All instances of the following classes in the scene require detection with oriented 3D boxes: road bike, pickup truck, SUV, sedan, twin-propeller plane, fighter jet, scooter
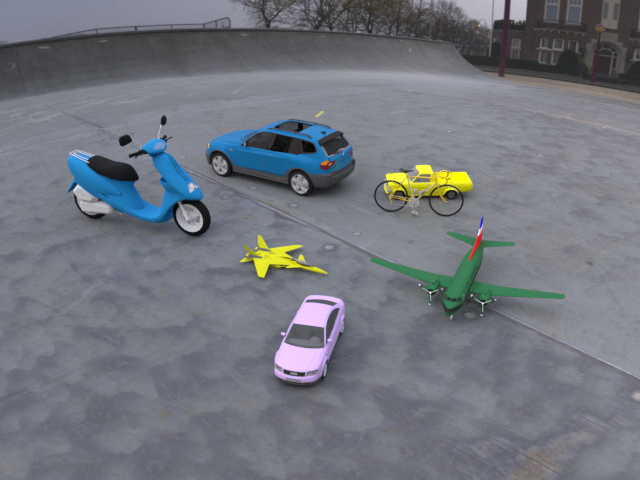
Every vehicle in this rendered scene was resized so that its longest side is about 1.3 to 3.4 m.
[{"bbox_3d":[1.702,-0.834,12.059,1.545,0.852,0.358,5,27,11],"label":"road bike"},{"bbox_3d":[1.997,-1.091,12.962,1.603,0.511,0.640,-1,26,-1],"label":"pickup truck"},{"bbox_3d":[-0.806,-1.748,13.592,3.058,1.128,1.276,16,30,28],"label":"SUV"},{"bbox_3d":[-0.105,1.138,8.494,0.635,0.483,1.613,6,27,12],"label":"sedan"},{"bbox_3d":[2.029,0.379,9.679,2.663,0.792,2.129,11,28,20],"label":"twin-propeller plane"},{"bbox_3d":[-0.484,0.269,10.470,1.358,0.286,1.147,14,29,25],"label":"fighter jet"},{"bbox_3d":[-3.039,-1.039,11.419,2.721,1.786,1.288,9,28,18],"label":"scooter"}]
